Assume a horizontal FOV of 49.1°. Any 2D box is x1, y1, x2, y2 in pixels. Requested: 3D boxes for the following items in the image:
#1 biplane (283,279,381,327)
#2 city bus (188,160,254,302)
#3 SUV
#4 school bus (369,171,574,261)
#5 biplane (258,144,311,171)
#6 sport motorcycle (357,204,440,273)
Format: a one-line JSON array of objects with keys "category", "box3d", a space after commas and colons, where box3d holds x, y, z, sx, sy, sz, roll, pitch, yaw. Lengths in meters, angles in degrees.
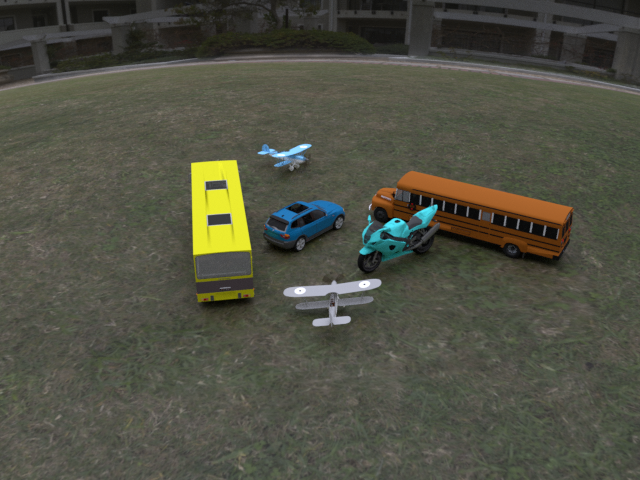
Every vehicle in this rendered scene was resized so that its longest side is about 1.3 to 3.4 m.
[{"category": "biplane", "box3d": [0.155, 0.855, 9.496, 1.336, 0.504, 1.090, 2, 29, 3]}, {"category": "city bus", "box3d": [-1.577, -0.212, 11.010, 0.926, 0.894, 3.255, -5, 29, -8]}, {"category": "SUV", "box3d": [-0.241, -0.343, 11.567, 0.656, 0.580, 1.572, 23, 36, 35]}, {"category": "school bus", "box3d": [2.379, -0.460, 11.507, 3.322, 0.844, 0.709, 17, 33, 27]}, {"category": "biplane", "box3d": [-0.693, -1.693, 14.068, 1.090, 0.504, 1.336, 15, 32, 24]}, {"category": "sport motorcycle", "box3d": [1.200, -0.026, 10.751, 1.520, 0.821, 0.506, -18, 34, -29]}]
